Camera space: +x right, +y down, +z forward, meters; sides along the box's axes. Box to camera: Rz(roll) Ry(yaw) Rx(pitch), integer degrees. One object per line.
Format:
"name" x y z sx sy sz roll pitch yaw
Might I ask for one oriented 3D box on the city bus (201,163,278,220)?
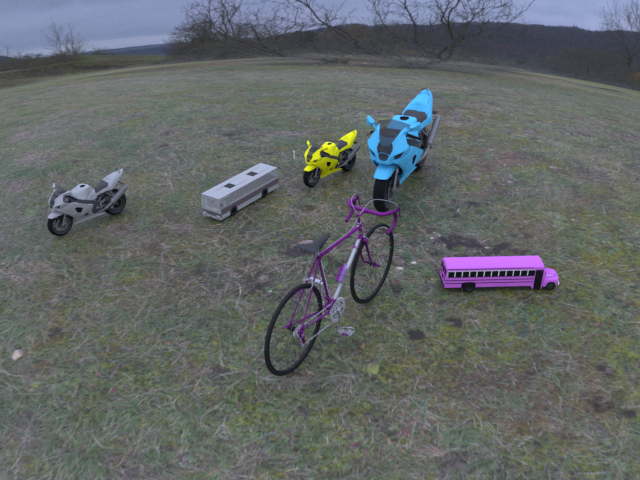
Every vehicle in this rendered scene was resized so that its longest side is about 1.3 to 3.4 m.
"city bus" -1.414 -0.871 12.585 0.476 0.460 1.674 18 34 29

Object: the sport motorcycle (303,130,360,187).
"sport motorcycle" 0.206 -1.578 13.494 0.506 0.821 1.520 23 36 35

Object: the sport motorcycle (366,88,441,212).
"sport motorcycle" 1.543 -1.704 12.918 0.983 1.596 2.955 11 31 20

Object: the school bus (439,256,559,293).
"school bus" 2.619 0.479 10.165 1.708 0.434 0.365 -1 29 -2

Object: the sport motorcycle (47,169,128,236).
"sport motorcycle" -3.924 -0.644 11.800 0.506 0.821 1.520 23 36 35

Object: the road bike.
"road bike" 0.215 0.483 8.895 0.697 1.656 3.004 18 34 29
